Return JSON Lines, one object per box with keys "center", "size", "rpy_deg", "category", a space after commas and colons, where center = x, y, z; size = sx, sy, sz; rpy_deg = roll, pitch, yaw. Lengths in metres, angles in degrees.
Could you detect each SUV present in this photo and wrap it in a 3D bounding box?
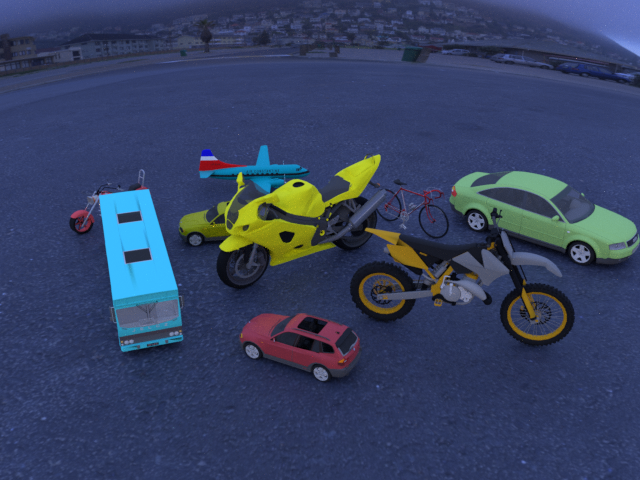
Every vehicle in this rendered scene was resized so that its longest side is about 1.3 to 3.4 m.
{"center": [-0.258, 1.237, 8.750], "size": [1.572, 0.580, 0.656], "rpy_deg": [13, 31, 23], "category": "SUV"}
{"center": [-1.567, -0.322, 11.651], "size": [1.572, 0.580, 0.656], "rpy_deg": [-4, 29, -7], "category": "SUV"}

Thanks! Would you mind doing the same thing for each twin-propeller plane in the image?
{"center": [-1.251, -1.389, 13.413], "size": [2.129, 0.792, 2.663], "rpy_deg": [-2, 28, -4], "category": "twin-propeller plane"}

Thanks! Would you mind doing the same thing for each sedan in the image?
{"center": [3.680, -0.504, 11.610], "size": [3.137, 0.940, 1.235], "rpy_deg": [21, 35, 34], "category": "sedan"}

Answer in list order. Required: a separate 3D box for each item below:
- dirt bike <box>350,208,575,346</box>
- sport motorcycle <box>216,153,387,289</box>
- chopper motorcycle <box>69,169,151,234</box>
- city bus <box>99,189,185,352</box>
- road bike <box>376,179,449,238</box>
{"center": [1.806, 0.492, 8.990], "size": [2.903, 1.666, 1.024], "rpy_deg": [8, 29, 15], "category": "dirt bike"}
{"center": [-0.262, -0.311, 10.557], "size": [2.955, 1.596, 0.983], "rpy_deg": [-19, 34, -31], "category": "sport motorcycle"}
{"center": [-3.622, -0.668, 12.103], "size": [0.466, 0.761, 1.563], "rpy_deg": [24, 36, 37], "category": "chopper motorcycle"}
{"center": [-2.636, 0.336, 10.095], "size": [0.926, 0.894, 3.255], "rpy_deg": [-9, 30, -16], "category": "city bus"}
{"center": [1.529, -0.568, 11.822], "size": [1.545, 0.852, 0.358], "rpy_deg": [23, 36, 36], "category": "road bike"}
